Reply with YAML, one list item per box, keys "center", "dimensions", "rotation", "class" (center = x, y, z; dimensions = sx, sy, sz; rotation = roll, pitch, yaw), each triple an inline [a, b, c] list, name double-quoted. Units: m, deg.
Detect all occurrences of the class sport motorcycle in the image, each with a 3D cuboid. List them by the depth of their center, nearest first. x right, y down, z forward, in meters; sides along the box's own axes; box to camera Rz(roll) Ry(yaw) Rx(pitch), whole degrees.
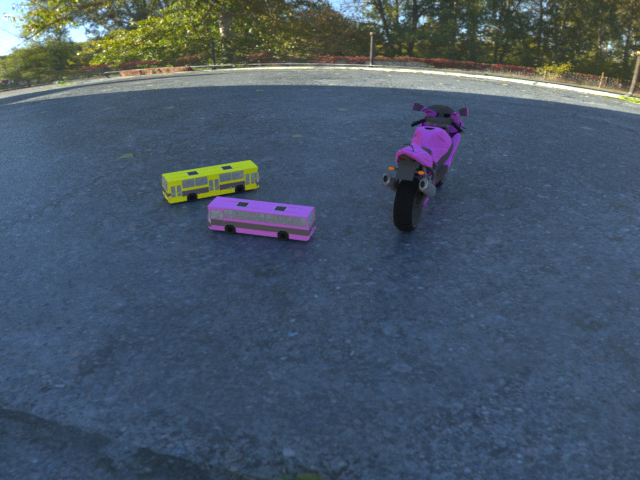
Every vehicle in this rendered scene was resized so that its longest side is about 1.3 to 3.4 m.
- center: [1.785, -1.289, 11.766]
  dimensions: [0.983, 1.596, 2.955]
  rotation: [11, 29, 20]
  class: "sport motorcycle"

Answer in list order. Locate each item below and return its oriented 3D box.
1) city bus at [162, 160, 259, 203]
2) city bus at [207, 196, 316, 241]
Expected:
- center: [-1.942, -1.029, 12.508]
  dimensions: [1.674, 0.460, 0.476]
  rotation: [-12, 29, -23]
  class: "city bus"
- center: [-0.928, -0.325, 11.120]
  dimensions: [1.674, 0.460, 0.476]
  rotation: [7, 28, 13]
  class: "city bus"
